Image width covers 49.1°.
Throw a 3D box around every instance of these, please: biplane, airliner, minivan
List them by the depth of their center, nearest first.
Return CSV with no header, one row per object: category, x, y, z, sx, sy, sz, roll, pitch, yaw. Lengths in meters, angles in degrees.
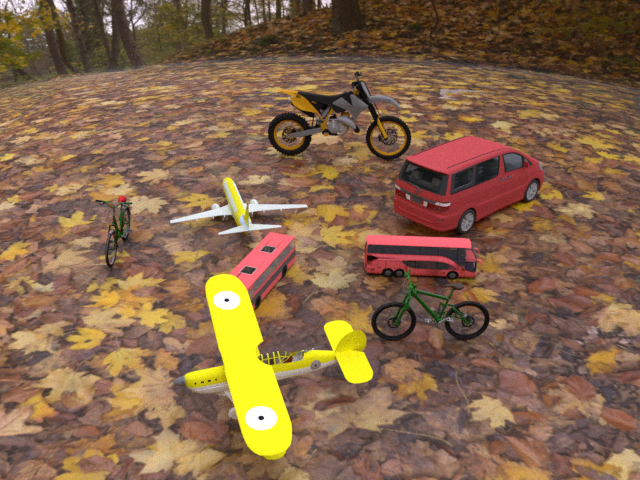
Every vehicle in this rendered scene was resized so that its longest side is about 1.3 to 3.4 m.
biplane,-0.491,1.380,7.509,2.120,0.981,2.598,-8,29,-15
airliner,-1.381,-0.724,11.607,2.257,0.835,2.541,-7,29,-14
minivan,2.627,-1.090,11.908,3.011,1.197,1.324,-23,36,-36

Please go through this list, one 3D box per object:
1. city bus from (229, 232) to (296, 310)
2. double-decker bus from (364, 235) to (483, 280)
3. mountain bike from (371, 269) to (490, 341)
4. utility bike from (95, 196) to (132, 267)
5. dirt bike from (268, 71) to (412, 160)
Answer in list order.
city bus,-0.851,0.474,9.760,0.476,0.460,1.674,10,30,19
double-decker bus,1.479,0.241,10.111,1.672,0.541,0.389,2,28,4
mountain bike,1.368,0.864,8.595,1.469,0.868,0.573,-1,28,-1
utility bike,-3.019,-0.254,10.609,0.535,0.946,1.435,0,28,0
dirt bike,0.379,-2.424,13.910,2.903,1.666,1.024,4,28,7
